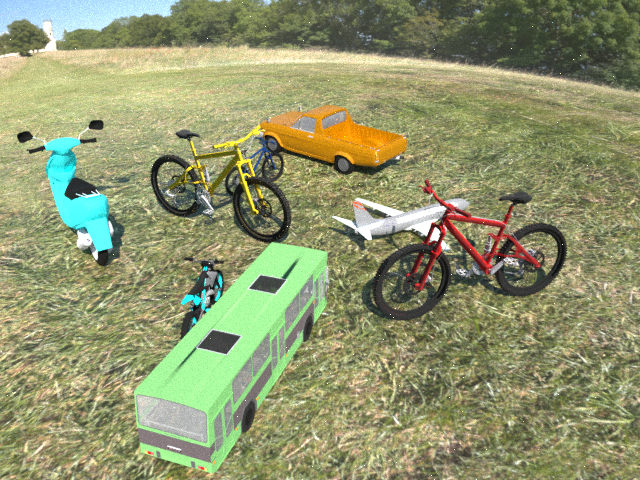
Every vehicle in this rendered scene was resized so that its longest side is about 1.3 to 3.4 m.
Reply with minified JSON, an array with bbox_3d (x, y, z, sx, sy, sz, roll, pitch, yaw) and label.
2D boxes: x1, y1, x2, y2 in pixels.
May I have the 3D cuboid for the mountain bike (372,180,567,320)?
[{"bbox_3d":[2.012,0.138,9.065,2.857,1.688,1.114,-9,29,-17],"label":"mountain bike"}]

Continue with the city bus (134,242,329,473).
[{"bbox_3d":[-0.819,1.173,7.932,0.926,0.894,3.255,10,29,18],"label":"city bus"}]

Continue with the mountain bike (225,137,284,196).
[{"bbox_3d":[-1.187,-1.357,12.837,0.573,0.868,1.469,22,35,36],"label":"mountain bike"}]

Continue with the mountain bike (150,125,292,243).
[{"bbox_3d":[-1.664,-0.951,11.164,2.857,1.688,1.114,16,31,28],"label":"mountain bike"}]

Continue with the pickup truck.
[{"bbox_3d":[0.213,-2.146,14.221,3.117,0.993,1.244,20,34,34],"label":"pickup truck"}]

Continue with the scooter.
[{"bbox_3d":[-3.773,-0.816,10.797,1.288,1.786,2.721,-16,31,-28],"label":"scooter"}]

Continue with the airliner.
[{"bbox_3d":[1.502,-0.514,11.247,2.541,0.835,2.257,-17,32,-30],"label":"airliner"}]

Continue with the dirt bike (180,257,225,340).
[{"bbox_3d":[-1.498,0.696,8.891,0.527,0.857,1.493,5,28,9],"label":"dirt bike"}]
